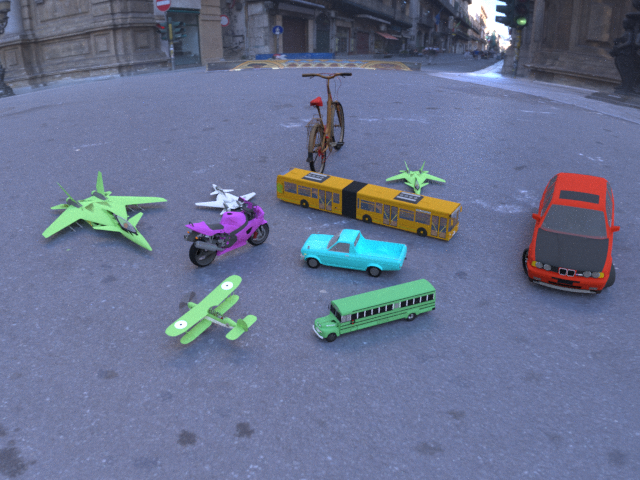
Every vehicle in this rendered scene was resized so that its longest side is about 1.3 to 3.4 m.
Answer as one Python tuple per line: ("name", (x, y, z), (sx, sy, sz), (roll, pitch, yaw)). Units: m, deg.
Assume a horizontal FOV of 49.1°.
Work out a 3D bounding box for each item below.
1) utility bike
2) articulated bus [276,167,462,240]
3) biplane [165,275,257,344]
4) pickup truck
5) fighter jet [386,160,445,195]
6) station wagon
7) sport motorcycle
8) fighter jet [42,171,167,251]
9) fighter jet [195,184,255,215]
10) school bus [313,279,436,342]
("utility bike", (0.048, -2.446, 14.271), (1.039, 1.839, 2.791), (7, 28, 13))
("articulated bus", (0.786, -0.665, 12.235), (3.401, 0.561, 0.605), (15, 31, 26))
("biplane", (-1.361, 1.008, 9.083), (1.090, 0.504, 1.336), (18, 32, 31))
("pickup truck", (0.514, 0.153, 10.718), (1.603, 0.511, 0.640), (7, 28, 14))
("fighter jet", (1.856, -1.167, 13.495), (1.147, 0.286, 1.358), (2, 28, 3))
("station wagon", (4.010, -0.248, 11.045), (1.327, 0.920, 3.105), (10, 29, 19))
("sport motorcycle", (-1.415, -0.124, 10.913), (1.520, 0.821, 0.506), (-22, 35, -36))
("fighter jet", (-3.513, -0.449, 11.825), (2.229, 0.557, 2.640), (-22, 34, -35))
("fighter jet", (-1.776, -0.868, 12.921), (1.147, 0.286, 1.358), (-13, 30, -23))
("school bus", (0.726, 0.924, 9.320), (1.708, 0.434, 0.365), (-12, 30, -21))
